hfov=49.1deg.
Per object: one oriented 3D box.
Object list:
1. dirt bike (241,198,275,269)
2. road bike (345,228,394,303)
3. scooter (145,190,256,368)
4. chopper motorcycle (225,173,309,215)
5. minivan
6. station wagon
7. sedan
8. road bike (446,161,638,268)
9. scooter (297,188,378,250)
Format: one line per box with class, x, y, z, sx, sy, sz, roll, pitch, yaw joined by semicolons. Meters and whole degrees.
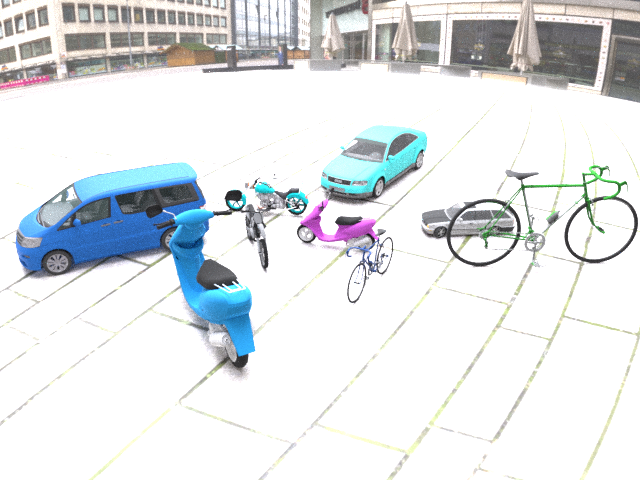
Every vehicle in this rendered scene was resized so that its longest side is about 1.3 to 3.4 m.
dirt bike;-1.020;-0.179;11.250;0.527;0.857;1.493;-8;28;-15
road bike;0.761;0.313;10.287;0.358;0.852;1.545;14;30;26
scooter;-1.468;0.378;9.128;1.288;1.786;2.721;-13;30;-24
chopper motorcycle;-0.967;-0.839;12.657;1.563;0.761;0.466;6;27;11
minivan;-3.363;-0.409;11.328;3.011;1.197;1.324;-12;29;-23
station wagon;2.533;-0.395;12.099;1.597;0.473;0.682;-2;27;-4
sedan;1.145;-1.722;14.199;1.235;0.940;3.137;16;31;28
road bike;3.442;-0.350;10.706;3.004;1.656;0.697;-2;27;-3
scooter;0.282;-0.303;11.427;1.399;0.919;0.662;8;28;14
